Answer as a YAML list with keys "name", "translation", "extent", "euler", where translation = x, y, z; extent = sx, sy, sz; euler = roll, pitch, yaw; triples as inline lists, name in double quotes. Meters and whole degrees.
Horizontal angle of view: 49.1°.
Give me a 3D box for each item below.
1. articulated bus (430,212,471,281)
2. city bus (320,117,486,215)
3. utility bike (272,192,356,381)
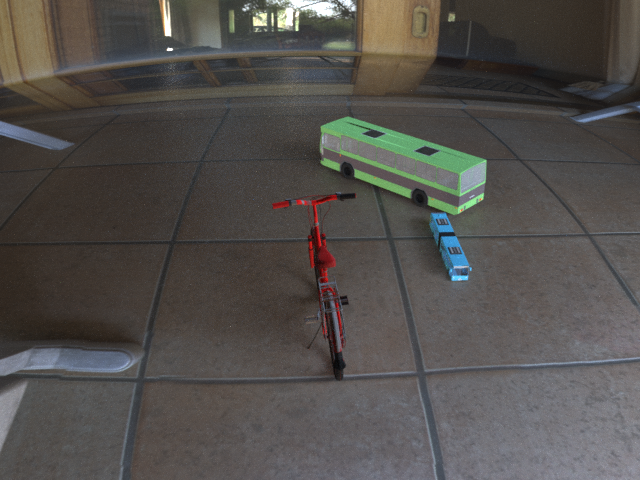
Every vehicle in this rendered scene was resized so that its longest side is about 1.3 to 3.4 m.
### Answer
- name: "articulated bus"
  translation: [1.994, 0.072, 10.900]
  extent: [0.311, 0.289, 1.749]
  euler: [-1, 29, -3]
- name: "city bus"
  translation: [1.433, -1.389, 12.895]
  extent: [3.255, 0.894, 0.926]
  euler: [25, 38, 37]
- name: "utility bike"
  translation: [-0.034, 0.419, 8.689]
  extent: [1.039, 1.839, 2.791]
  euler: [-3, 29, -6]
